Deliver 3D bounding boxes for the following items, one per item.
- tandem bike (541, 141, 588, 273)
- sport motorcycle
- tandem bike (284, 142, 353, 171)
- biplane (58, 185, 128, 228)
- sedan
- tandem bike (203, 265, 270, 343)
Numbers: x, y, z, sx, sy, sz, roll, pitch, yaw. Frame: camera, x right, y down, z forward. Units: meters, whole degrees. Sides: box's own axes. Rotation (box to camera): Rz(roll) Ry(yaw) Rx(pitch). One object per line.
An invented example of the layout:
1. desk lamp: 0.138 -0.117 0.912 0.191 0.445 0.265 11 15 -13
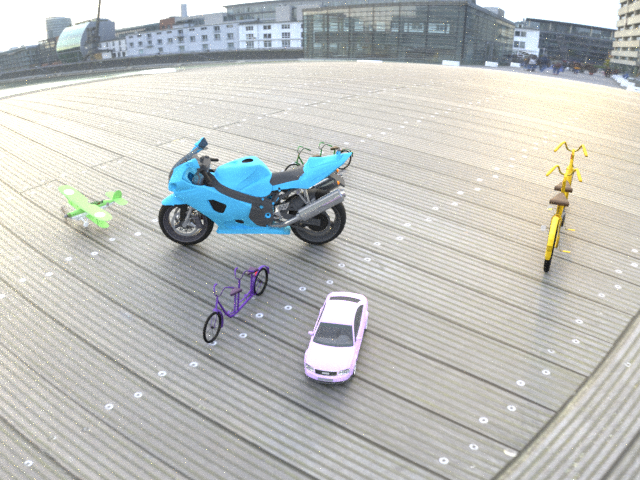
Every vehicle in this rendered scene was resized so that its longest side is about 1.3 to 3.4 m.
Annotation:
1. tandem bike: 3.769 -0.643 10.899 0.550 1.326 3.192 11 30 20
2. sport motorcycle: -1.007 -0.651 10.624 2.955 1.596 0.983 -1 28 -1
3. tandem bike: -0.014 -1.523 13.256 1.642 0.682 0.283 -19 33 -32
4. biplane: -3.727 -0.537 11.578 1.336 0.504 1.090 23 35 36
5. sedan: 0.216 1.111 8.480 0.635 0.483 1.613 5 28 10
6. tandem bike: -1.060 0.694 9.056 0.283 0.682 1.642 12 30 22
